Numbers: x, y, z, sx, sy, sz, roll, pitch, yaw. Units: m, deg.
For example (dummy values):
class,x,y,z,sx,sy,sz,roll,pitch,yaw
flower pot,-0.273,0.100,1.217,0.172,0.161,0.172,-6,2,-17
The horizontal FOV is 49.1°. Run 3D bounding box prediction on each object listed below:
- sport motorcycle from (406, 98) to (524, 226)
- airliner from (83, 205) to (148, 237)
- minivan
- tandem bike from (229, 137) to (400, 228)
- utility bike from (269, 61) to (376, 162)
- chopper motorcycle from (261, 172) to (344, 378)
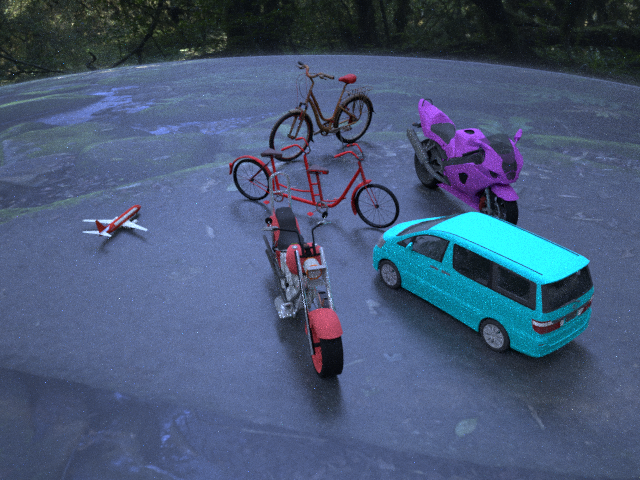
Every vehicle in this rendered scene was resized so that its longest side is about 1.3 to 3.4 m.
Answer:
class,x,y,z,sx,sy,sz,roll,pitch,yaw
sport motorcycle,2.397,-1.267,11.685,0.983,1.596,2.955,-11,30,-20
airliner,-3.241,-0.387,11.286,1.161,0.429,1.307,8,30,15
minivan,1.999,0.340,9.139,1.324,1.197,3.011,-21,35,-33
tandem bike,-0.165,-1.038,11.546,3.192,1.326,0.550,14,31,24
utility bike,0.176,-2.579,13.850,2.791,1.839,1.039,-22,35,-34
chopper motorcycle,-0.234,0.340,8.843,0.906,1.480,3.040,-7,29,-13
